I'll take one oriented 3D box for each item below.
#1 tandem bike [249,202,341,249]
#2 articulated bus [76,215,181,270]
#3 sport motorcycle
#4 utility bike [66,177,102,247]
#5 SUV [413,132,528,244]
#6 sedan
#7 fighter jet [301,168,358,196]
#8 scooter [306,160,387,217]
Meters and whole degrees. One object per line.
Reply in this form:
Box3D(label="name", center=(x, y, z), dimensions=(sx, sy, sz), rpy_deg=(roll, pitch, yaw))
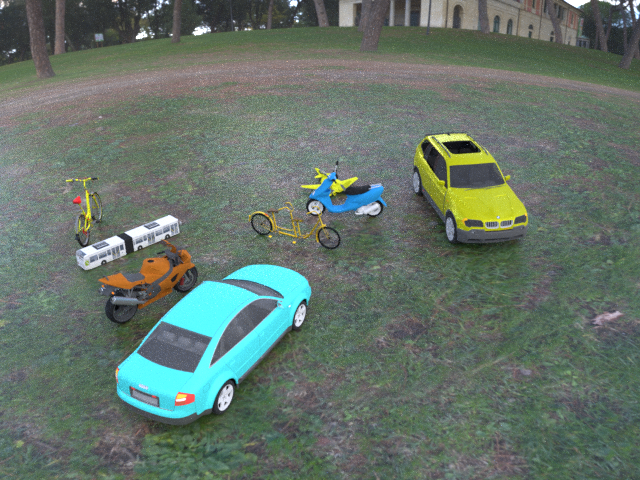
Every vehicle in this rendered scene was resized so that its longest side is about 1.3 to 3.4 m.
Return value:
Box3D(label="tandem bike", center=(-0.428, -0.272, 11.285), dimensions=(1.642, 0.682, 0.283), rpy_deg=(12, 31, 21))
Box3D(label="articulated bus", center=(-3.016, 0.025, 11.151), dimensions=(0.311, 0.289, 1.749), rpy_deg=(25, 37, 38))
Box3D(label="sport motorcycle", center=(-2.313, 0.564, 9.609), dimensions=(0.506, 0.821, 1.520), rpy_deg=(24, 37, 37))
Box3D(label="utility bike", center=(-3.868, -0.518, 11.459), dimensions=(0.535, 0.946, 1.435), rpy_deg=(-1, 29, -1))
Box3D(label="SUV", center=(2.518, -0.977, 12.109), dimensions=(1.276, 1.128, 3.058), rpy_deg=(-5, 29, -9))
Box3D(label="sedan", center=(-1.175, 1.032, 8.630), dimensions=(1.235, 0.940, 3.137), rpy_deg=(14, 32, 23))
Box3D(label="fighter jet", center=(0.149, -1.214, 13.421), dimensions=(1.147, 0.286, 1.358), rpy_deg=(-11, 30, -19))
Box3D(label="scooter", center=(0.454, -0.824, 12.048), dimensions=(1.399, 0.919, 0.662), rpy_deg=(1, 29, 2))
